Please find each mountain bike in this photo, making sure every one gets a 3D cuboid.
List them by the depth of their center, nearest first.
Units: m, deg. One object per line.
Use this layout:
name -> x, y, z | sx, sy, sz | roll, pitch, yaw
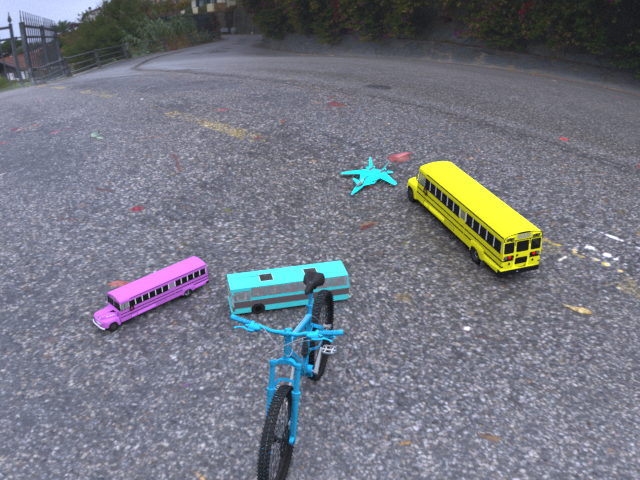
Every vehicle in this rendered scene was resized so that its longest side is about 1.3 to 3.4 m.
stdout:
mountain bike -> -0.206, 1.290, 7.479 | 1.114, 1.688, 2.857 | 7, 30, 12

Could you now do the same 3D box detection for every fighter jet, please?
fighter jet -> 0.888, -1.204, 13.414 | 1.147, 0.286, 1.358 | 14, 32, 24

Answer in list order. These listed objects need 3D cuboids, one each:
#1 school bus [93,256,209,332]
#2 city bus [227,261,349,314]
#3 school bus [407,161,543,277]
school bus -> -2.351, 0.737, 9.766 | 1.708, 0.434, 0.365 | -25, 38, -37
city bus -> -0.449, 0.679, 9.844 | 1.674, 0.460, 0.476 | -7, 30, -12
school bus -> 2.400, -0.498, 11.568 | 0.709, 0.844, 3.322 | -10, 30, -17
